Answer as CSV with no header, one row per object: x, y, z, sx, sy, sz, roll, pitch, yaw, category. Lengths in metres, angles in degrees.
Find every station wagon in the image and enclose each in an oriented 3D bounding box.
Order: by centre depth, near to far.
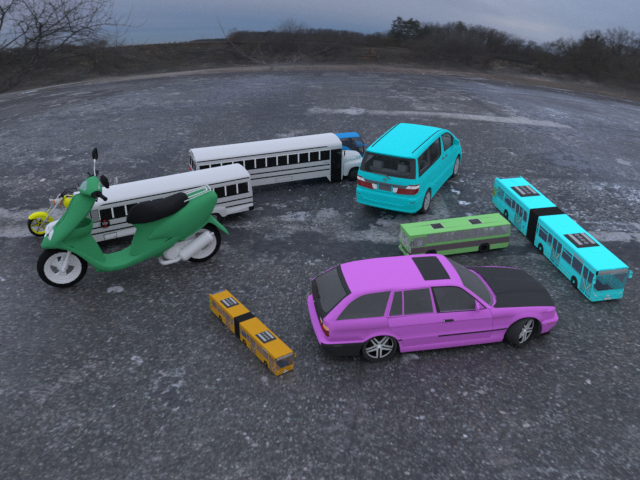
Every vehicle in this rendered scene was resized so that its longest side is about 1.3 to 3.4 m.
1.427,0.733,8.816,3.105,0.920,1.327,-4,28,-9,station wagon

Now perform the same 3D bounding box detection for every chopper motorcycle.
-3.983,-0.541,11.442,1.563,0.761,0.466,-13,30,-24,chopper motorcycle

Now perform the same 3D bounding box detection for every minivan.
1.714,-1.474,12.767,1.324,1.197,3.011,13,30,23,minivan

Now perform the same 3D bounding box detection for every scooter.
-2.659,-0.312,9.888,2.721,1.786,1.288,-11,29,-19,scooter

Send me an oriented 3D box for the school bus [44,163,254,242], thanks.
-2.735,-0.524,11.318,3.322,0.844,0.709,-13,30,-24,school bus

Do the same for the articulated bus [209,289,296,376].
-0.886,1.120,8.756,0.311,0.289,1.749,-18,32,-30,articulated bus

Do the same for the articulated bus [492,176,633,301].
3.595,-0.136,10.878,0.605,0.561,3.401,-5,28,-10,articulated bus

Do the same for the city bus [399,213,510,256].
2.075,-0.044,10.812,1.674,0.460,0.476,-7,28,-13,city bus

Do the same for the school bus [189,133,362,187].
-0.737,-1.432,13.068,3.322,0.844,0.709,-9,29,-17,school bus

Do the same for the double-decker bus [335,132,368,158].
0.132,-1.851,14.204,1.672,0.541,0.389,-7,28,-13,double-decker bus
